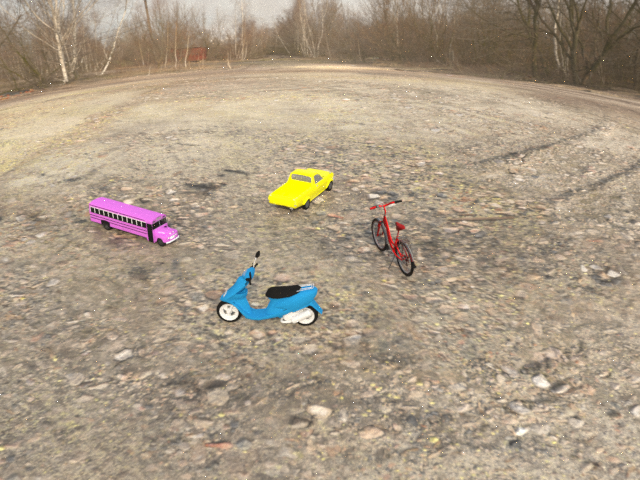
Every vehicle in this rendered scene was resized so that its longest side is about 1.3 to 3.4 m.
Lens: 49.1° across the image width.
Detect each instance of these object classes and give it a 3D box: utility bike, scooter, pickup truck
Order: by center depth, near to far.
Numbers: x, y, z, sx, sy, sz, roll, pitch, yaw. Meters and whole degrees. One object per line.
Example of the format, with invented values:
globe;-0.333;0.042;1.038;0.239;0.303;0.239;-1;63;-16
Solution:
scooter;-0.666;0.692;9.036;1.399;0.919;0.662;2;27;4
utility bike;1.046;-0.065;10.502;0.535;0.946;1.435;-10;29;-19
pickup truck;-0.319;-0.991;12.812;0.640;0.511;1.603;13;29;23

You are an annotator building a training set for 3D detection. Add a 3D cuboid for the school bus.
school bus;-3.073;-0.313;11.558;1.708;0.434;0.365;15;30;27
